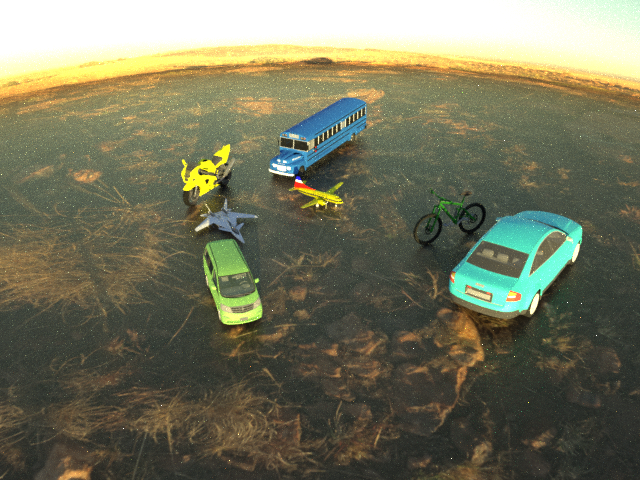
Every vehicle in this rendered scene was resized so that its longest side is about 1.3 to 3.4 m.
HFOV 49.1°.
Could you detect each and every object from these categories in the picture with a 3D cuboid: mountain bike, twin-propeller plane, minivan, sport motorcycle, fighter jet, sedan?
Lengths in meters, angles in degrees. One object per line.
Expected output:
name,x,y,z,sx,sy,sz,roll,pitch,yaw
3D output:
mountain bike,2.187,-0.412,11.675,1.469,0.868,0.573,-14,31,-24
twin-propeller plane,-0.030,-0.897,13.063,1.095,0.407,1.370,18,33,29
minivan,-1.278,0.585,10.088,0.681,0.616,1.548,-9,30,-16
sport motorcycle,-2.129,-1.232,13.249,0.506,0.821,1.520,13,31,23
fighter jet,-1.574,-0.309,12.098,1.147,0.286,1.358,-14,31,-24
sedan,3.037,0.158,10.540,1.235,0.940,3.137,19,34,31

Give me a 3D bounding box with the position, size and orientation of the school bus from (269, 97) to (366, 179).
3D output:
school bus,0.002,-2.232,15.081,0.709,0.844,3.322,15,32,25
